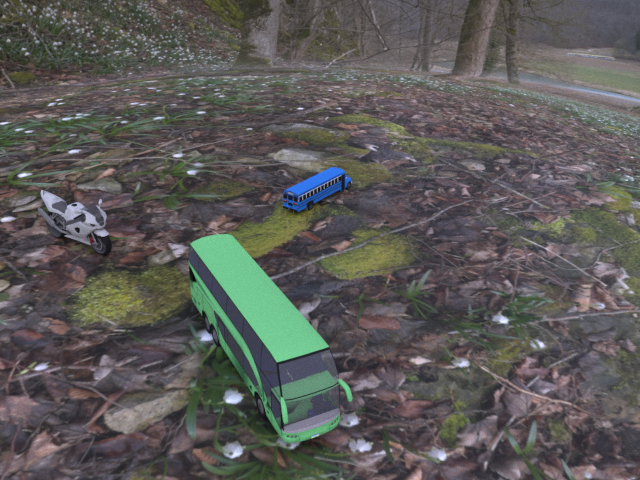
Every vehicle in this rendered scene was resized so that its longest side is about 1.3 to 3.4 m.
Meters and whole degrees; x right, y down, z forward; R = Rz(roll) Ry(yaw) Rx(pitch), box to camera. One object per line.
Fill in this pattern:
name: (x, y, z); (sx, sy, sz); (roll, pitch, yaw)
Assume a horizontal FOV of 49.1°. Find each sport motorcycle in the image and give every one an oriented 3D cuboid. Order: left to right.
sport motorcycle: (-3.839, -0.281, 11.013); (1.520, 0.821, 0.506); (17, 32, 30)

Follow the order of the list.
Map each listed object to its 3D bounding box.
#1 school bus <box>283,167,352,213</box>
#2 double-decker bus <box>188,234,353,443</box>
school bus: (-0.008, -0.946, 12.747); (0.365, 0.434, 1.708); (19, 32, 32)
double-decker bus: (-0.738, 1.038, 8.166); (0.756, 1.052, 3.251); (-13, 30, -24)
